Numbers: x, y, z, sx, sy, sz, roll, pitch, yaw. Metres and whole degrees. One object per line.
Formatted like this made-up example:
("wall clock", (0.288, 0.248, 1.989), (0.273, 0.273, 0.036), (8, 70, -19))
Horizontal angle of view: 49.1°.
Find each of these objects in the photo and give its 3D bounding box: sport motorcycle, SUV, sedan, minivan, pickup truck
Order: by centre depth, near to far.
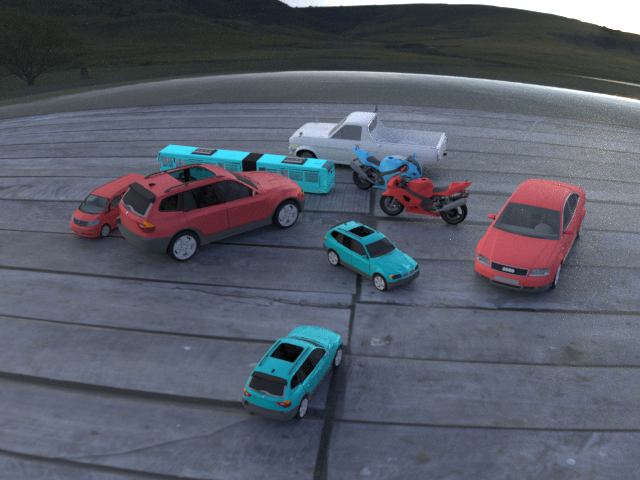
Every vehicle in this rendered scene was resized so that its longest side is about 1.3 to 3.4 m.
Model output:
("SUV", (-0.270, 1.365, 7.728), (0.656, 0.580, 1.572), (11, 28, 21))
("SUV", (0.721, 0.185, 10.110), (0.656, 0.580, 1.572), (-21, 33, -36))
("sedan", (3.234, -0.236, 10.555), (1.235, 0.940, 3.137), (13, 29, 25))
("SUV", (-1.670, -0.627, 11.131), (3.058, 1.128, 1.276), (-19, 32, -33))
("minivan", (-3.437, -0.581, 11.616), (0.681, 0.616, 1.548), (14, 29, 25))
("sport motorcycle", (1.739, -0.714, 11.653), (1.520, 0.821, 0.506), (9, 28, 17))
("sport motorcycle", (1.230, -1.198, 12.630), (1.520, 0.821, 0.506), (17, 31, 30))
("pickup truck", (0.954, -1.990, 14.034), (3.117, 0.993, 1.244), (8, 27, 15))

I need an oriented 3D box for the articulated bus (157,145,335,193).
("articulated bus", (-1.423, -1.348, 13.224), (3.401, 0.561, 0.605), (7, 27, 14))
